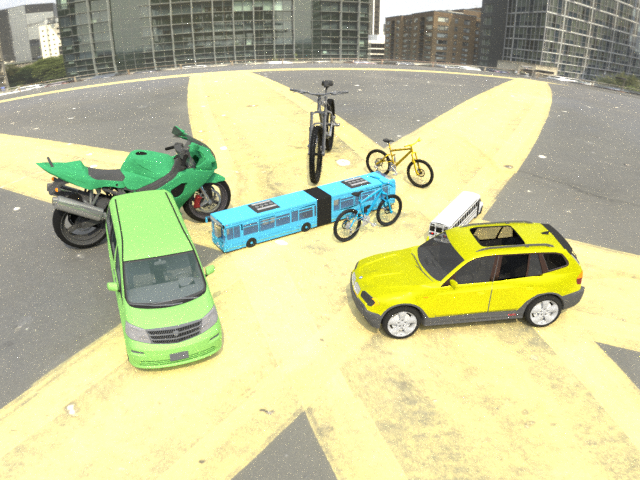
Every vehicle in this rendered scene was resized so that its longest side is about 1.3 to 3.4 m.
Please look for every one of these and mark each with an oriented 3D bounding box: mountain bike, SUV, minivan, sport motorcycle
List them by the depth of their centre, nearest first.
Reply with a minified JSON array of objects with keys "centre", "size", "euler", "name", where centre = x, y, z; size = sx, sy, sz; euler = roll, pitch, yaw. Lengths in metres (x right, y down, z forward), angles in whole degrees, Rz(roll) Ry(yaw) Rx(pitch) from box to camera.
[{"centre":[-2.150,0.417,9.262],"size":[1.324,1.197,3.011],"euler":[-10,29,-17],"name":"minivan"},{"centre":[1.935,0.438,9.297],"size":[3.058,1.128,1.276],"euler":[-4,28,-7],"name":"SUV"},{"centre":[-2.847,-0.815,11.173],"size":[2.955,1.596,0.983],"euler":[-13,31,-23],"name":"sport motorcycle"},{"centre":[0.800,-0.501,11.359],"size":[1.469,0.868,0.573],"euler":[-20,34,-33],"name":"mountain bike"},{"centre":[1.500,-1.502,13.258],"size":[1.469,0.868,0.573],"euler":[18,33,31],"name":"mountain bike"},{"centre":[0.056,-2.291,13.877],"size":[1.114,1.688,2.857],"euler":[4,28,8],"name":"mountain bike"}]

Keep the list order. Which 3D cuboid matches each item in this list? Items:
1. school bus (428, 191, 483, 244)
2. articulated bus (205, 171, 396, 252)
[{"centre":[2.296,-0.403,11.637],"size":[0.365,0.434,1.708],"euler":[16,32,27],"name":"school bus"},{"centre":[-0.219,-0.517,11.718],"size":[3.401,0.561,0.605],"euler":[-17,32,-28],"name":"articulated bus"}]
